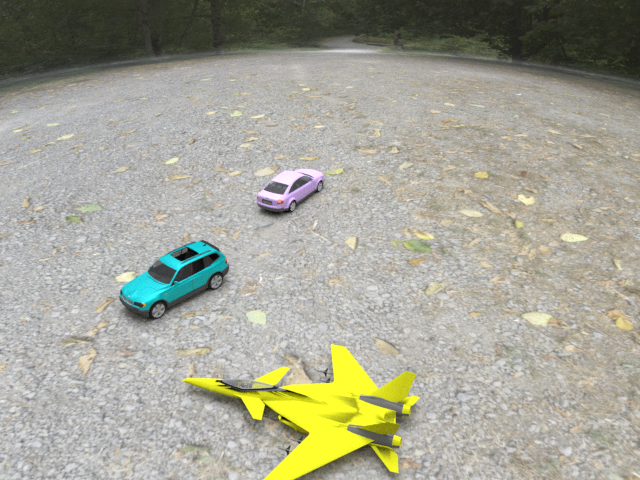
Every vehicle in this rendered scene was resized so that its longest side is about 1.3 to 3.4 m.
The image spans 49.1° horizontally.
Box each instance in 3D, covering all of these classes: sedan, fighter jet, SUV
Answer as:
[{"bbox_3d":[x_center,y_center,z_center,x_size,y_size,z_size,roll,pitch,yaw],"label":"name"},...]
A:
[{"bbox_3d":[-0.489,-0.955,12.268,0.635,0.483,1.613,16,33,26],"label":"sedan"},{"bbox_3d":[-0.316,1.644,7.544,2.640,0.557,2.229,9,30,16],"label":"fighter jet"},{"bbox_3d":[-1.980,0.495,9.575,0.656,0.580,1.572,25,38,37],"label":"SUV"}]
